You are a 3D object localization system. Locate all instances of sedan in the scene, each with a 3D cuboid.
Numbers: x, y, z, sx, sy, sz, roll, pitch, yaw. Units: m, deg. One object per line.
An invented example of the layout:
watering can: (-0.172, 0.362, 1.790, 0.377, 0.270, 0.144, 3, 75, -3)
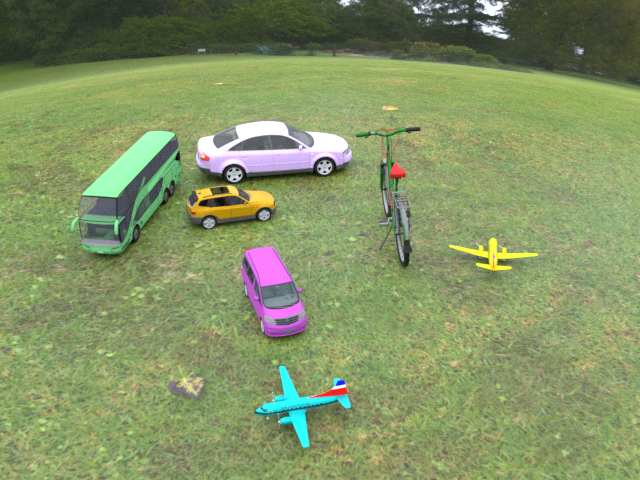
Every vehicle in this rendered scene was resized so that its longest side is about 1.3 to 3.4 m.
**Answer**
sedan: (-0.913, -1.852, 14.069, 3.137, 0.940, 1.235, -5, 29, -10)

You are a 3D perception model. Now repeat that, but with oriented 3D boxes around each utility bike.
utility bike: (1.103, -0.813, 11.232, 1.039, 1.839, 2.791, -2, 29, -3)

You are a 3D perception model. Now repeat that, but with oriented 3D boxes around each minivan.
minivan: (-0.660, 0.701, 9.739, 0.681, 0.616, 1.548, -9, 30, -16)

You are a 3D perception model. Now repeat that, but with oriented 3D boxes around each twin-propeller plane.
twin-propeller plane: (-0.210, 1.815, 7.921, 1.095, 0.407, 1.370, -7, 29, -12)
twin-propeller plane: (2.702, 0.179, 10.911, 1.370, 0.407, 1.095, 6, 29, 10)

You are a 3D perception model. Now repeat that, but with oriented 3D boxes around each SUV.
SUV: (-1.550, -0.639, 12.227, 1.572, 0.580, 0.656, -9, 30, -16)

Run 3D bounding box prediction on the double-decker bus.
double-decker bus: (-3.230, -0.868, 12.154, 0.756, 1.052, 3.251, 4, 29, 7)
